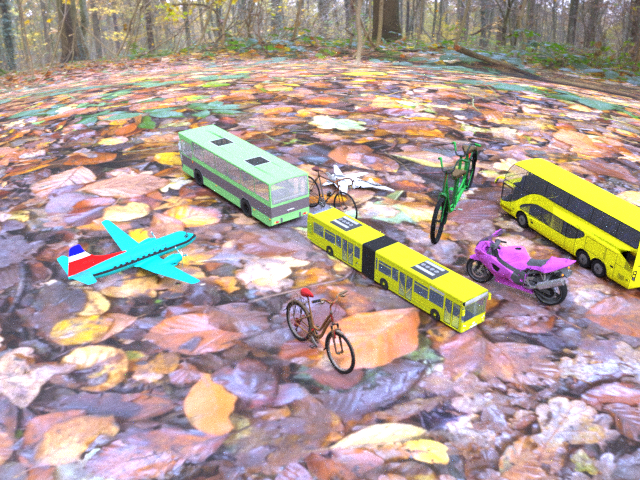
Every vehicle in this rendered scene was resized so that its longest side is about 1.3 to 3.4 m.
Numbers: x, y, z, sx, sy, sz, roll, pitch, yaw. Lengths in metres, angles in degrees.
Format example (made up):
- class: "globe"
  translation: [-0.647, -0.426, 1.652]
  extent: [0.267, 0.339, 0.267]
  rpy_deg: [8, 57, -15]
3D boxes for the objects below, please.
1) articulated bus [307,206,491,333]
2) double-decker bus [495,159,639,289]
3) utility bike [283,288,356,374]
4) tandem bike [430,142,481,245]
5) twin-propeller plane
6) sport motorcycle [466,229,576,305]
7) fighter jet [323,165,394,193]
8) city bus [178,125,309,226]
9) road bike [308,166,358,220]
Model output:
- class: "articulated bus"
  translation: [1.011, 0.336, 10.302]
  extent: [0.605, 0.561, 3.401]
  rpy_deg: [-20, 34, -33]
- class: "double-decker bus"
  translation: [4.058, -0.381, 11.135]
  extent: [0.756, 1.052, 3.251]
  rpy_deg: [-11, 30, -21]
- class: "utility bike"
  translation: [0.013, 0.990, 8.653]
  extent: [0.535, 0.946, 1.435]
  rpy_deg: [-20, 34, -33]
- class: "tandem bike"
  translation: [2.383, -1.061, 12.127]
  extent: [0.550, 1.326, 3.192]
  rpy_deg: [11, 30, 20]
- class: "twin-propeller plane"
  translation: [-2.748, 0.145, 10.417]
  extent: [2.129, 0.792, 2.663]
  rpy_deg: [-24, 36, -37]
- class: "sport motorcycle"
  translation: [2.798, 0.398, 9.908]
  extent: [1.520, 0.821, 0.506]
  rpy_deg: [18, 33, 30]
- class: "fighter jet"
  translation: [0.784, -1.136, 13.381]
  extent: [1.358, 0.286, 1.147]
  rpy_deg: [12, 30, 21]
- class: "city bus"
  translation: [-1.476, -1.218, 12.885]
  extent: [0.926, 0.894, 3.255]
  rpy_deg: [-20, 34, -32]
- class: "road bike"
  translation: [0.121, -0.817, 12.173]
  extent: [0.358, 0.852, 1.545]
  rpy_deg: [-22, 35, -35]
